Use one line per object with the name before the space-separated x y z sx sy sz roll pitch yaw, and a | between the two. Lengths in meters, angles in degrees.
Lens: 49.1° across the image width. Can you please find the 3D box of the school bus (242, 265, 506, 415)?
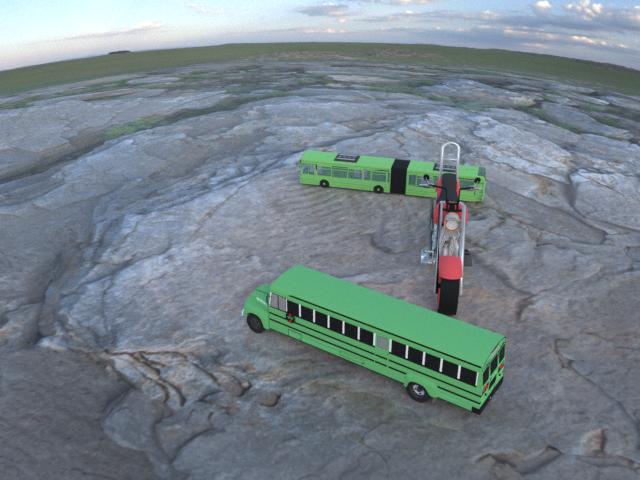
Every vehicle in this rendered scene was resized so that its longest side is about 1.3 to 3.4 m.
school bus | 0.489 1.049 8.277 3.322 0.844 0.709 18 33 30

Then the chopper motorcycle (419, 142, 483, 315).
chopper motorcycle | 1.845 -0.247 10.044 0.906 1.480 3.040 4 28 7

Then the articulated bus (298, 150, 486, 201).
articulated bus | 1.277 -1.175 12.772 3.401 0.561 0.605 7 29 13
